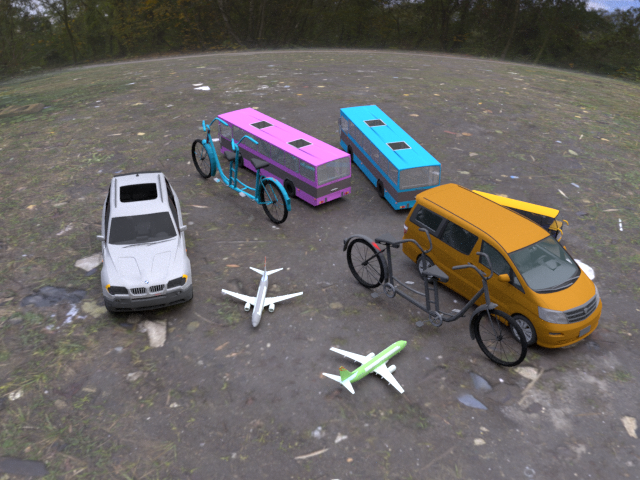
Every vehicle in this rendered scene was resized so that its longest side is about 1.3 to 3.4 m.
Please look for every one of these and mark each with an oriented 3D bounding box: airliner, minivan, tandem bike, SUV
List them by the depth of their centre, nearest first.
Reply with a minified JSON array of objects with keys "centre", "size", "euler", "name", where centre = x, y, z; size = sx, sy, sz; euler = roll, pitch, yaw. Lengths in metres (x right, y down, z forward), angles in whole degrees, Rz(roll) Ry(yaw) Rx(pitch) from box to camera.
[{"centre":[0.658,1.443,8.580],"size":[1.161,0.429,1.307],"euler":[26,39,37],"name":"airliner"},{"centre":[1.416,0.524,9.280],"size":[0.550,1.326,3.192],"euler":[-24,38,-35],"name":"tandem bike"},{"centre":[-0.834,0.728,9.823],"size":[1.161,0.429,1.307],"euler":[2,30,3],"name":"airliner"},{"centre":[2.508,0.280,9.832],"size":[1.324,1.197,3.011],"euler":[-19,35,-30],"name":"minivan"},{"centre":[-2.656,-0.082,10.530],"size":[1.276,1.128,3.058],"euler":[-7,31,-12],"name":"SUV"},{"centre":[-1.498,-1.320,12.486],"size":[0.550,1.326,3.192],"euler":[-22,36,-33],"name":"tandem bike"}]

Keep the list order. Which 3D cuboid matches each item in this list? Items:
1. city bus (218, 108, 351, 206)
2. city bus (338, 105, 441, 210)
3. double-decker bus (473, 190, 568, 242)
[{"centre":[-0.760,-1.623,13.446],"size":[0.926,0.894,3.255],"euler":[-22,36,-33],"name":"city bus"},{"centre":[1.249,-1.622,13.445],"size":[0.926,0.894,3.255],"euler":[-8,31,-14],"name":"city bus"},{"centre":[3.228,-0.371,11.623],"size":[1.672,0.541,0.389],"euler":[17,34,27],"name":"double-decker bus"}]
